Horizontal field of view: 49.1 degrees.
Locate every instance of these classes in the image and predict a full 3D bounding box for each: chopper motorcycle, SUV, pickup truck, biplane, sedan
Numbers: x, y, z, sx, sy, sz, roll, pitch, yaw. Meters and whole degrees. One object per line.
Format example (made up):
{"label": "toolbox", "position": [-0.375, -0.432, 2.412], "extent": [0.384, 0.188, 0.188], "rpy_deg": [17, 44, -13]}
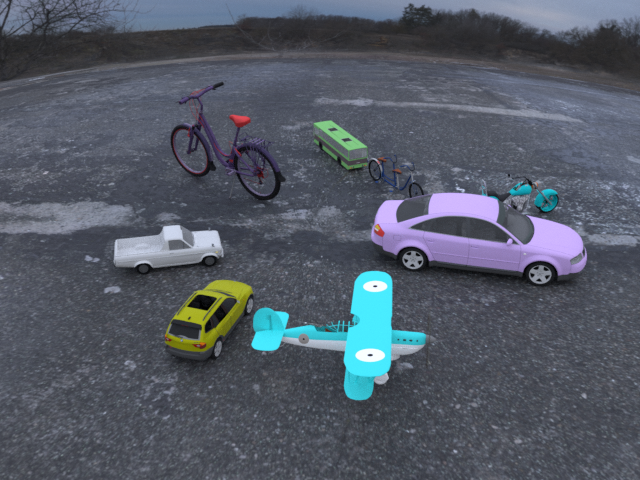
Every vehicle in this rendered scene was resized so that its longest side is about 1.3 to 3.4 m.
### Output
{"label": "chopper motorcycle", "position": [3.299, -0.738, 11.664], "extent": [1.563, 0.761, 0.466], "rpy_deg": [-9, 30, -15]}
{"label": "SUV", "position": [-1.384, 0.918, 8.891], "extent": [0.656, 0.580, 1.572], "rpy_deg": [9, 31, 16]}
{"label": "pickup truck", "position": [-2.255, 0.099, 10.425], "extent": [1.603, 0.511, 0.640], "rpy_deg": [-6, 30, -11]}
{"label": "biplane", "position": [0.276, 1.100, 8.158], "extent": [2.120, 0.981, 2.598], "rpy_deg": [3, 29, 5]}
{"label": "sedan", "position": [2.335, -0.118, 10.374], "extent": [3.137, 0.940, 1.235], "rpy_deg": [7, 30, 12]}

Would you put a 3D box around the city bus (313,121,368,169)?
{"label": "city bus", "position": [0.388, -1.901, 14.050], "extent": [0.476, 0.460, 1.674], "rpy_deg": [-12, 32, -21]}

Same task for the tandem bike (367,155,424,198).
{"label": "tandem bike", "position": [1.339, -1.181, 12.536], "extent": [0.283, 0.682, 1.642], "rpy_deg": [-17, 34, -28]}

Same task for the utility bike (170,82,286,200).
{"label": "utility bike", "position": [-1.766, -1.697, 12.274], "extent": [2.791, 1.839, 1.039], "rpy_deg": [20, 35, 32]}
